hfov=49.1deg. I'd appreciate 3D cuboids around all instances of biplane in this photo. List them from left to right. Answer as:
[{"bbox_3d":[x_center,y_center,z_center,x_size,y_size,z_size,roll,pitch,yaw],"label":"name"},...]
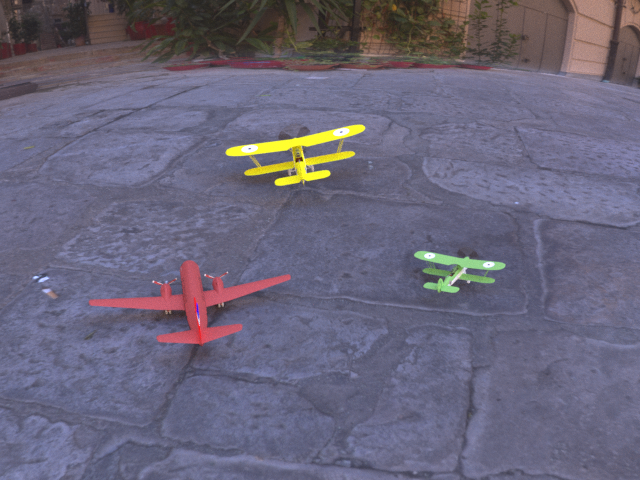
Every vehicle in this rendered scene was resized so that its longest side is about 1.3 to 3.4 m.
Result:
[{"bbox_3d":[-0.426,-1.456,12.853,2.598,0.981,2.120,-3,29,-5],"label":"biplane"},{"bbox_3d":[1.864,0.475,9.838,1.336,0.504,1.090,17,33,28],"label":"biplane"}]

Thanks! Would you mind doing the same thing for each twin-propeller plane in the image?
[{"bbox_3d":[-1.651,0.693,9.144,2.663,0.792,2.129,-7,30,-12],"label":"twin-propeller plane"}]
